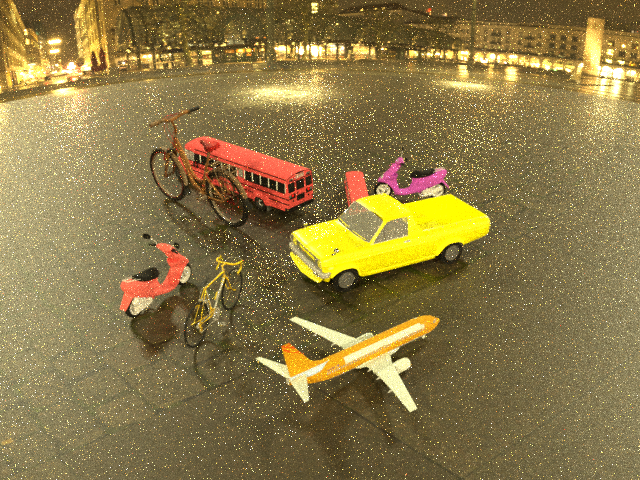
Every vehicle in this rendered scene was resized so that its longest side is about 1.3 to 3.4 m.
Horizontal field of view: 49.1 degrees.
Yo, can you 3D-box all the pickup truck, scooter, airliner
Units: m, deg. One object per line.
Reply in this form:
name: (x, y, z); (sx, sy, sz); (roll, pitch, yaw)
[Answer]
pickup truck: (1.102, -0.141, 10.851); (3.117, 0.993, 1.244); (-13, 30, -24)
scooter: (-2.284, 0.449, 9.773); (0.662, 0.919, 1.399); (15, 31, 27)
scooter: (1.714, -1.199, 13.013); (1.399, 0.919, 0.662); (0, 27, 0)
airliner: (0.556, 1.184, 8.419); (2.541, 0.835, 2.257); (-19, 33, -33)

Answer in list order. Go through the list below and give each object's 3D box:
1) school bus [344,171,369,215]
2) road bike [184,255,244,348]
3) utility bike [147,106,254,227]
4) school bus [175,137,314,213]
school bus: (0.673, -0.857, 12.876); (0.365, 0.434, 1.708); (-1, 27, -2)
road bike: (-1.389, 0.767, 9.222); (0.358, 0.852, 1.545); (10, 29, 19)
utility bike: (-2.219, -1.250, 12.099); (2.791, 1.839, 1.039); (22, 35, 37)
school bus: (-1.577, -1.297, 13.289); (3.322, 0.844, 0.709); (21, 34, 36)
